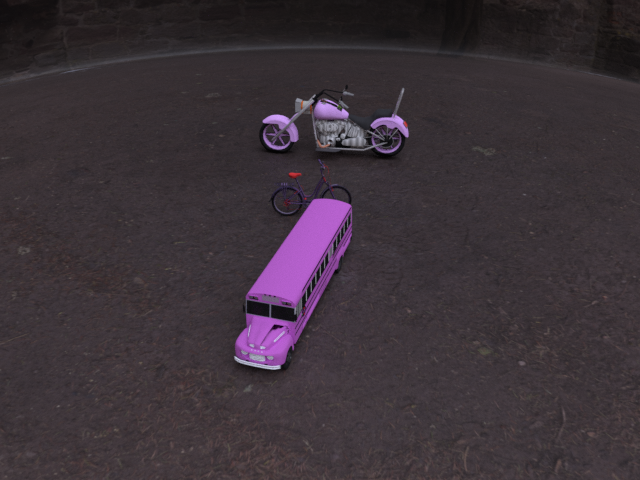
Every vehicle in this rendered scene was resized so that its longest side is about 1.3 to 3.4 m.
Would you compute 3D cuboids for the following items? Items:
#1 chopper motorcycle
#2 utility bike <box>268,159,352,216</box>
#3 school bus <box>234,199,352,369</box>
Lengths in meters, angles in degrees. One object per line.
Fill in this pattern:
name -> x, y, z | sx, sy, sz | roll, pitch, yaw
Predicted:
chopper motorcycle -> 0.268, -2.401, 14.097 | 3.040, 1.480, 0.906 | 4, 30, 8
utility bike -> -0.173, -0.880, 11.997 | 1.435, 0.946, 0.535 | -2, 30, -3
school bus -> -0.291, 0.508, 9.693 | 0.709, 0.844, 3.322 | 9, 31, 15
